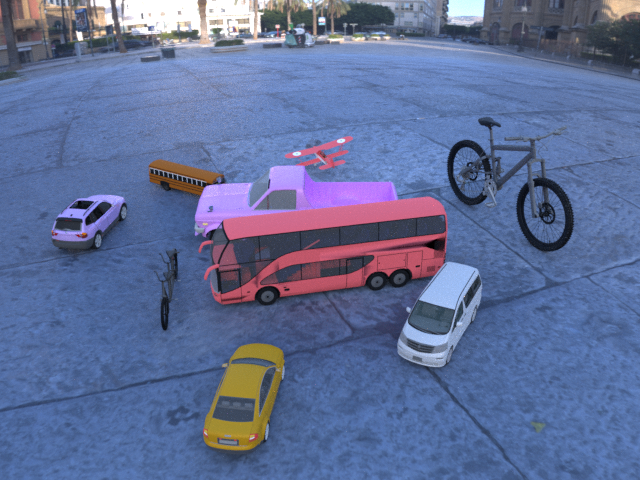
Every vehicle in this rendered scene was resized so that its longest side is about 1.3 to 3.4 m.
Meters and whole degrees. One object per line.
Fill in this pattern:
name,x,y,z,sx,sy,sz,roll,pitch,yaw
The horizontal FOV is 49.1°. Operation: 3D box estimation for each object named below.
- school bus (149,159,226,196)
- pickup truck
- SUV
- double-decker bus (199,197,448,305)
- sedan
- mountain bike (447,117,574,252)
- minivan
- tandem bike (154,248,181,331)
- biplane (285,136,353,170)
school bus,-2.189,-1.006,12.041,1.708,0.434,0.365,15,32,27
pickup truck,-0.326,-0.538,10.569,3.117,0.993,1.244,0,28,-1
SUV,-3.507,-0.367,10.686,0.656,0.580,1.572,4,28,7
double-decker bus,0.071,0.138,9.236,3.251,1.052,0.756,-7,29,-12
sedan,-0.753,1.530,7.228,0.635,0.483,1.613,4,28,7
mountain bike,2.843,-1.002,10.701,1.114,1.688,2.857,-13,31,-23
minivan,1.451,0.863,8.339,0.681,0.616,1.548,14,31,25
tandem bike,-1.934,0.488,8.973,0.283,0.682,1.642,-2,28,-4
biplane,0.044,-1.528,12.948,1.336,0.504,1.090,-10,30,-18
